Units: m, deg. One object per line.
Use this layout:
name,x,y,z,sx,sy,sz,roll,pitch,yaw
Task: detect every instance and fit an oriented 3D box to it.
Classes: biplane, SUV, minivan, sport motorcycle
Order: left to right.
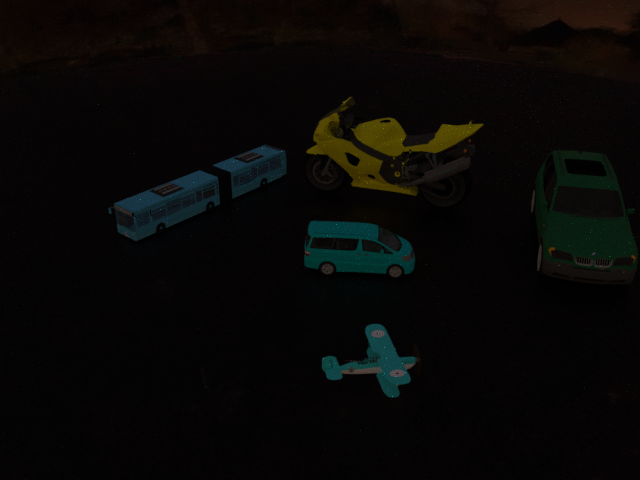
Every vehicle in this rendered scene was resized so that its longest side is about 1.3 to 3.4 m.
minivan,0.558,0.107,9.803,1.548,0.616,0.681,2,28,4
biplane,0.558,1.349,7.615,1.090,0.504,1.336,-4,29,-7
sport motorcycle,1.113,-1.381,11.531,2.955,1.596,0.983,9,29,16
SUV,3.832,-0.437,10.271,1.276,1.128,3.058,6,29,11

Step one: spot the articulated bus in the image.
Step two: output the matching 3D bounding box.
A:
articulated bus,-1.879,-0.856,11.648,0.605,0.561,3.401,22,35,35
